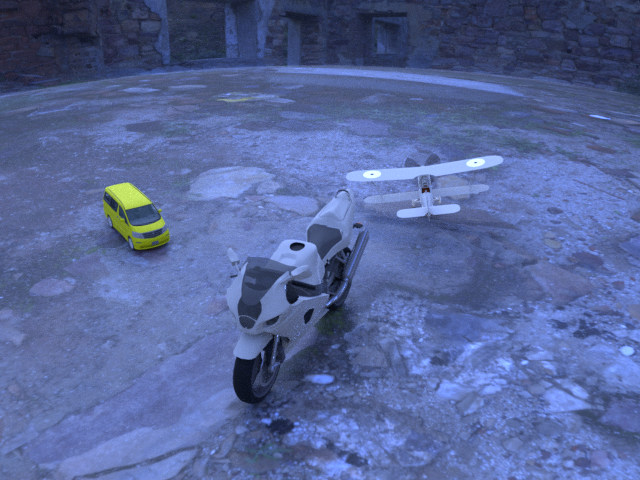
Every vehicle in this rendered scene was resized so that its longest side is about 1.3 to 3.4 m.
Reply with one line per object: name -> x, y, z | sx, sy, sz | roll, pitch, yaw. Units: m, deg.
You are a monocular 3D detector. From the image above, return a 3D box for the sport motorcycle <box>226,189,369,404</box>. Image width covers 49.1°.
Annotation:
sport motorcycle -> -0.230, 0.569, 8.218 | 0.983, 1.596, 2.955 | 12, 29, 21

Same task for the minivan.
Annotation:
minivan -> -2.952, -0.388, 11.176 | 0.681, 0.616, 1.548 | -17, 32, -30

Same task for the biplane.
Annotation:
biplane -> 1.708, -0.811, 11.605 | 2.598, 0.981, 2.120 | 2, 27, 4
